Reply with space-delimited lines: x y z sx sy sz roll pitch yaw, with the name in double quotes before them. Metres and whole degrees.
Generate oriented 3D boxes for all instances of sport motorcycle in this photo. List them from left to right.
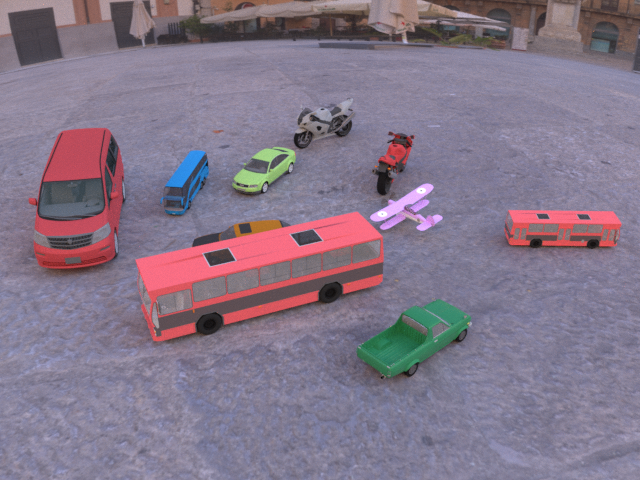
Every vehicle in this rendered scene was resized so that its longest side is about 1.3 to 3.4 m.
"sport motorcycle" 0.081 -2.401 14.364 1.520 0.821 0.506 -22 37 -32
"sport motorcycle" 1.340 -1.418 12.722 0.506 0.821 1.520 12 33 20

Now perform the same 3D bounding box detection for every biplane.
"biplane" 1.448 -0.430 11.382 1.336 0.504 1.090 -23 38 -33

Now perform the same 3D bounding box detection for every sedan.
"sedan" -1.021 -1.340 12.921 0.635 0.483 1.613 15 34 23

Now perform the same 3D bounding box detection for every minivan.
"minivan" -3.823 -0.732 11.213 1.324 1.197 3.011 -5 31 -9

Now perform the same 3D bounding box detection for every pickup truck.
"pickup truck" 1.196 1.171 8.705 1.603 0.511 0.640 -25 39 -35

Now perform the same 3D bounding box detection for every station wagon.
"station wagon" -1.162 0.025 10.654 1.597 0.473 0.682 -7 32 -11

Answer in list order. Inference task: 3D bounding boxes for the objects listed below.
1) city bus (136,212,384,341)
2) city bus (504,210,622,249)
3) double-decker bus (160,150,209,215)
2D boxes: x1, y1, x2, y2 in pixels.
"city bus" -0.758 0.478 9.487 3.255 0.894 0.926 -13 33 -20
"city bus" 3.786 -0.165 10.983 1.674 0.460 0.476 1 31 1
"double-decker bus" -2.346 -1.009 12.312 0.389 0.541 1.672 4 31 7
